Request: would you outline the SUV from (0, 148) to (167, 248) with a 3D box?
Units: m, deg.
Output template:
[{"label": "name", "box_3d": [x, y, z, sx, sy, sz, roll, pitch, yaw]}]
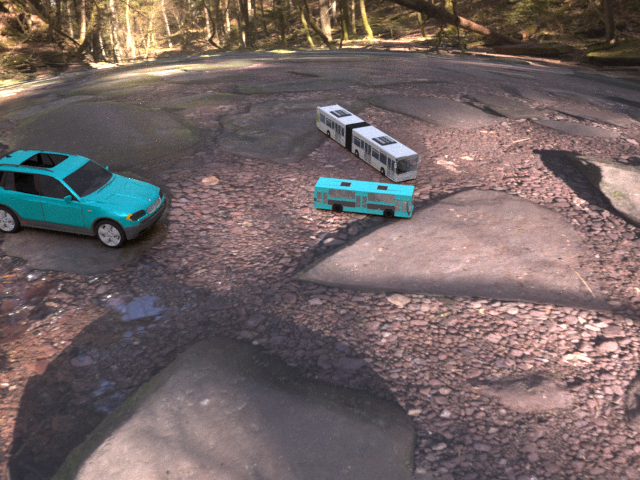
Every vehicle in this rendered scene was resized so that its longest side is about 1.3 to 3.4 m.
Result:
[{"label": "SUV", "box_3d": [-4.043, -0.759, 11.342, 3.058, 1.128, 1.276, 7, 30, 13]}]

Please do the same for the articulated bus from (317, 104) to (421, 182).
[{"label": "articulated bus", "box_3d": [0.877, -2.036, 14.242, 0.605, 0.561, 3.401, -13, 32, -23]}]

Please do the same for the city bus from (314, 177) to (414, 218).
[{"label": "city bus", "box_3d": [0.752, -0.710, 11.945, 1.674, 0.460, 0.476, 6, 30, 11]}]
